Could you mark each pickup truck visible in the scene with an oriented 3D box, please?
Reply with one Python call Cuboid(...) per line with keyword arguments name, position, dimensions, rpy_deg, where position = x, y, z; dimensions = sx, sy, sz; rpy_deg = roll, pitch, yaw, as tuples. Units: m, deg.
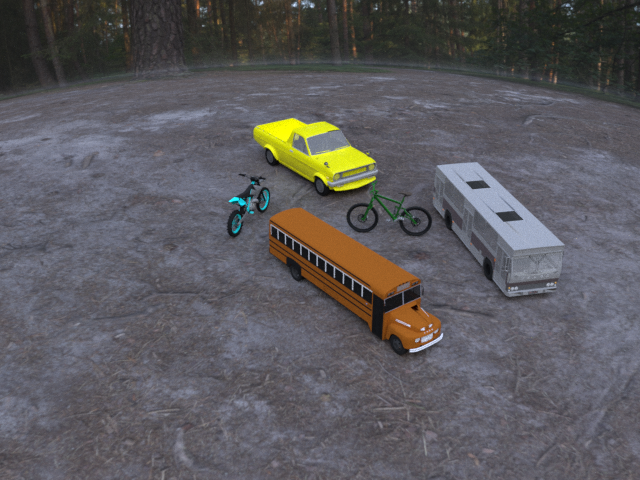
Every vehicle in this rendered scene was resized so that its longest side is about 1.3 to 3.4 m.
Cuboid(name="pickup truck", position=(-0.162, -1.890, 14.424), dimensions=(1.244, 0.993, 3.117), rpy_deg=(-18, 33, -30))

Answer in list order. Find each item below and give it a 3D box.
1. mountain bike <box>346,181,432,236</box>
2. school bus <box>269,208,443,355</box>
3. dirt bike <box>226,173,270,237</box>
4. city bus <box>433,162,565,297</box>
Cuboid(name="mountain bike", position=(1.185, -0.490, 11.962), dimensions=(1.469, 0.868, 0.573), rpy_deg=(4, 29, 7))
Cuboid(name="school bus", position=(0.433, 0.511, 10.133), dimensions=(0.709, 0.844, 3.322), rpy_deg=(-20, 34, -32))
Cuboid(name="dirt bike", position=(-1.254, -0.682, 12.330), dimensions=(0.527, 0.857, 1.493), rpy_deg=(12, 31, 21))
Cuboid(name="city bus", position=(2.789, -0.249, 11.489), dimensions=(0.926, 0.894, 3.255), rpy_deg=(-6, 29, -10))
